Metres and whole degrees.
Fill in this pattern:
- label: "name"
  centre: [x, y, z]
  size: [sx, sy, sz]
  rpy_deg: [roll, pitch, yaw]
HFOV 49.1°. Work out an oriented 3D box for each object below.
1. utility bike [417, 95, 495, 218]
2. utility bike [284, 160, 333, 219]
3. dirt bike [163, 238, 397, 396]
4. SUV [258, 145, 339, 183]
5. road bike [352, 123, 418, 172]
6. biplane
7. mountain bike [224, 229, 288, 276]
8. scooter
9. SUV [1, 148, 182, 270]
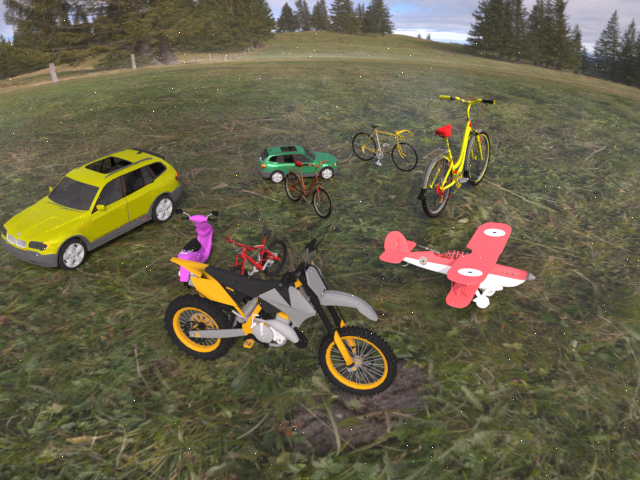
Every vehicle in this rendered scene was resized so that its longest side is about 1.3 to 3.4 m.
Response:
- label: "utility bike"
  centre: [2.353, -1.567, 12.327]
  size: [1.039, 1.839, 2.791]
  rpy_deg: [19, 33, 31]
- label: "utility bike"
  centre: [-0.189, -0.994, 12.205]
  size: [0.535, 0.946, 1.435]
  rpy_deg: [-20, 34, -32]
- label: "dirt bike"
  centre: [-0.517, 0.876, 7.975]
  size: [2.903, 1.666, 1.024]
  rpy_deg: [10, 30, 17]
- label: "SUV"
  centre: [-0.423, -1.517, 13.561]
  size: [1.572, 0.580, 0.656]
  rpy_deg: [-5, 29, -10]
- label: "road bike"
  centre: [1.280, -1.875, 13.941]
  size: [1.545, 0.852, 0.358]
  rpy_deg: [20, 34, 32]
- label: "biplane"
  centre: [1.910, 0.321, 9.728]
  size: [2.120, 0.981, 2.598]
  rpy_deg: [12, 30, 21]
- label: "mountain bike"
  centre: [-0.920, 0.307, 9.873]
  size: [0.573, 0.868, 1.469]
  rpy_deg: [18, 33, 30]
- label: "scooter"
  centre: [-1.822, 0.042, 10.311]
  size: [0.662, 0.919, 1.399]
  rpy_deg: [3, 29, 6]
- label: "SUV"
  centre: [-3.613, -0.602, 11.285]
  size: [1.276, 1.128, 3.058]
  rpy_deg: [17, 33, 29]
